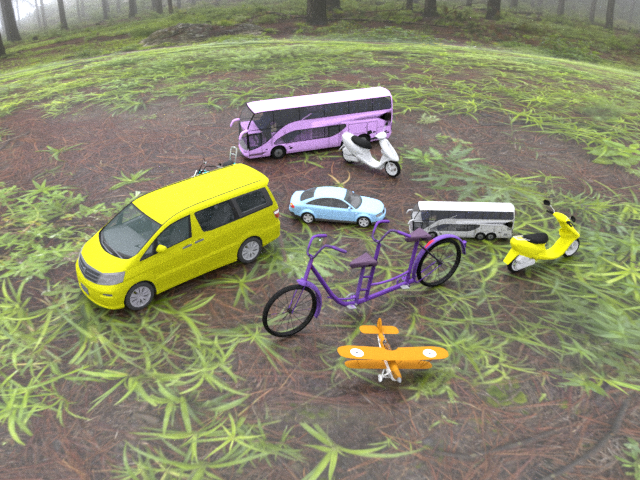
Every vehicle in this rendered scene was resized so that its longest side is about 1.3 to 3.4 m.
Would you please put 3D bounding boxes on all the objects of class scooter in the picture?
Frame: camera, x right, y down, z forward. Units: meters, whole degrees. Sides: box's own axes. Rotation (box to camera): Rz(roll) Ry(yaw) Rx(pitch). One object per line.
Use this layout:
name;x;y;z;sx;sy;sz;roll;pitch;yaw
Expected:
scooter;3.319;-0.030;10.282;1.399;0.919;0.662;-14;33;-22
scooter;0.940;-1.751;13.167;1.399;0.919;0.662;22;37;32

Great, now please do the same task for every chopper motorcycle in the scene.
chopper motorcycle;-1.921;-1.039;12.127;0.466;0.761;1.563;19;36;29

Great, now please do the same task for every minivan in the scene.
minivan;-2.037;-0.108;10.143;3.011;1.197;1.324;-24;38;-34

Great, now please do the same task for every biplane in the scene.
biplane;0.832;1.349;8.375;1.336;0.504;1.090;-5;31;-8

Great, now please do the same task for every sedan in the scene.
sedan;0.293;-0.591;11.649;1.613;0.483;0.635;5;31;8

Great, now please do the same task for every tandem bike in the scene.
tandem bike;0.681;0.370;9.216;3.192;1.326;0.550;-16;34;-25

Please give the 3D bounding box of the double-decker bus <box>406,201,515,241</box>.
double-decker bus;2.223;-0.316;11.130;1.672;0.541;0.389;1;31;2

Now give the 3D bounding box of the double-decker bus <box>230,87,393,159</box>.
double-decker bus;-0.124;-2.343;14.030;3.251;1.052;0.756;-10;32;-17
